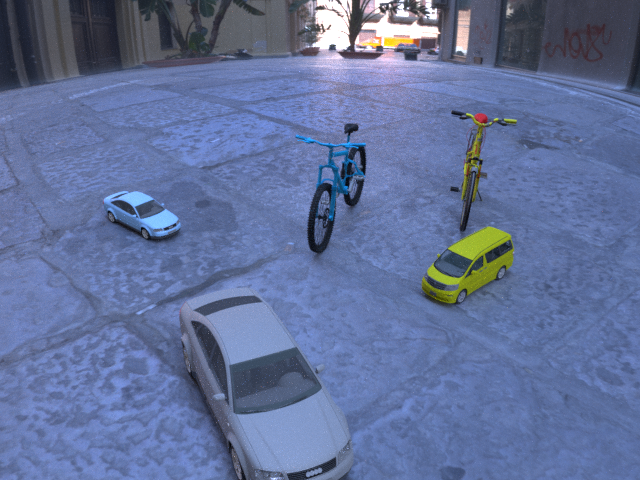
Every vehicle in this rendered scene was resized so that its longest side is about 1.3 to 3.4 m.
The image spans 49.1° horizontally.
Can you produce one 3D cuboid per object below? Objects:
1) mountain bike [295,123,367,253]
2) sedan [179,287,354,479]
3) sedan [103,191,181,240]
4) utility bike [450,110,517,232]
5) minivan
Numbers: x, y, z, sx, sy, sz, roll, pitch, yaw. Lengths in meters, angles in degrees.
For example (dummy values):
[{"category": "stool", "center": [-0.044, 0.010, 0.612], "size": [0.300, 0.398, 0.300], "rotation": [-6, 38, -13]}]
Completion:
[{"category": "mountain bike", "center": [0.318, -1.002, 11.357], "size": [1.114, 1.688, 2.857], "rotation": [9, 30, 17]}, {"category": "sedan", "center": [-0.681, 1.440, 7.626], "size": [1.235, 0.940, 3.137], "rotation": [-12, 31, -21]}, {"category": "sedan", "center": [-2.973, -0.471, 11.641], "size": [1.613, 0.483, 0.635], "rotation": [23, 36, 35]}, {"category": "utility bike", "center": [2.696, -1.382, 11.902], "size": [1.039, 1.839, 2.791], "rotation": [6, 29, 11]}, {"category": "minivan", "center": [2.123, 0.344, 9.995], "size": [1.548, 0.616, 0.681], "rotation": [-23, 36, -36]}]
